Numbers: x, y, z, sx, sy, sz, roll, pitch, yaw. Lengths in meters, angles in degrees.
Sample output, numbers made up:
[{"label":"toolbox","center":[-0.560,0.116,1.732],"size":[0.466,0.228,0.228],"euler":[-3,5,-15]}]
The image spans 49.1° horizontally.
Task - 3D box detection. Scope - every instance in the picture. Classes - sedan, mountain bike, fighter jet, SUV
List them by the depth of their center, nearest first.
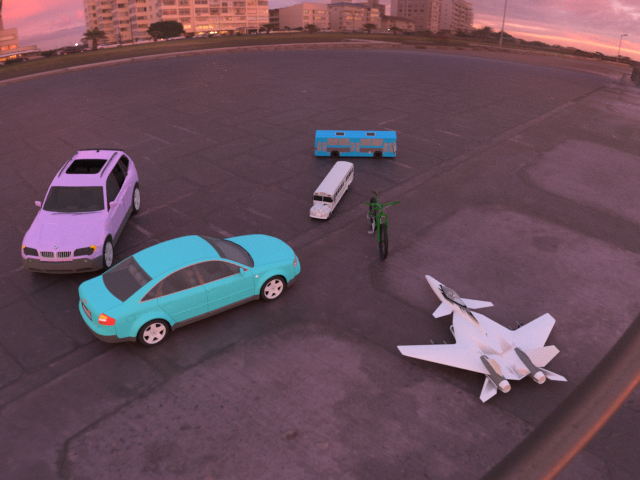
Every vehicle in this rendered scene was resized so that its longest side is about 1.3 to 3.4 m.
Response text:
[{"label":"fighter jet","center":[1.989,0.991,9.175],"size":[2.229,0.557,2.640],"euler":[-10,31,-16]},{"label":"sedan","center":[-1.724,0.483,9.680],"size":[3.137,0.940,1.235],"euler":[-19,35,-29]},{"label":"mountain bike","center":[0.934,-0.337,11.186],"size":[0.573,0.868,1.469],"euler":[-3,30,-5]},{"label":"SUV","center":[-3.792,-0.553,11.303],"size":[1.276,1.128,3.058],"euler":[0,30,0]}]

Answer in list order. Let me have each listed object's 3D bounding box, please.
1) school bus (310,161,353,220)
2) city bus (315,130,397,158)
[{"label":"school bus","center":[0.220,-0.898,12.607],"size":[0.365,0.434,1.708],"euler":[9,31,15]},{"label":"city bus","center":[0.732,-1.972,14.460],"size":[1.674,0.460,0.476],"euler":[1,30,1]}]
